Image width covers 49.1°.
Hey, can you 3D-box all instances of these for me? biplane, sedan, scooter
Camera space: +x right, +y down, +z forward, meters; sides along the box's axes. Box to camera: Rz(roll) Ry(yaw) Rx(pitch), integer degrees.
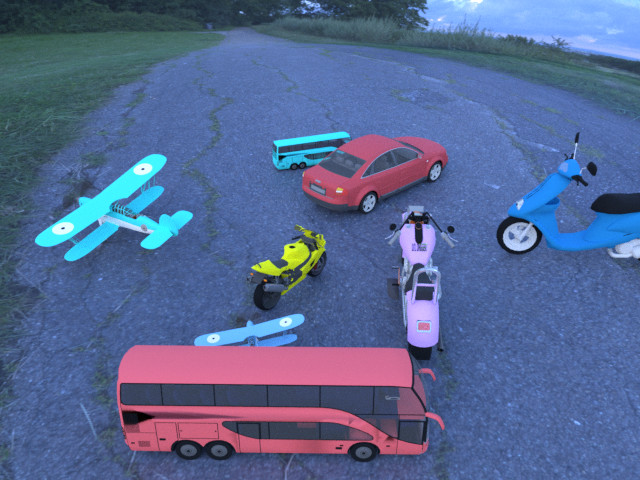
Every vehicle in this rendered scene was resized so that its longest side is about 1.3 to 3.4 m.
[{"bbox_3d":[-3.003,-0.336,10.698,2.120,0.981,2.598,17,34,26],"label":"biplane"},{"bbox_3d":[1.064,-1.363,12.492,3.137,0.940,1.235,-26,39,-36],"label":"sedan"},{"bbox_3d":[4.024,-0.497,10.176,2.721,1.786,1.288,4,31,7],"label":"scooter"},{"bbox_3d":[-0.822,1.296,8.383,1.336,0.504,1.090,-5,31,-8],"label":"biplane"}]

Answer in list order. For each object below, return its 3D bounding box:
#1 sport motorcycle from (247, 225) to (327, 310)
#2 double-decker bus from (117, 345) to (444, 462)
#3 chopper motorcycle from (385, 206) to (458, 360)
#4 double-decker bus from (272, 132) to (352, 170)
[{"bbox_3d":[-0.397,0.370,9.649,0.506,0.821,1.520,22,37,32],"label":"sport motorcycle"},{"bbox_3d":[-0.395,1.662,7.215,3.251,1.052,0.756,0,30,1],"label":"double-decker bus"},{"bbox_3d":[1.281,0.259,9.188,0.906,1.480,3.040,2,30,3],"label":"chopper motorcycle"},{"bbox_3d":[-0.086,-1.726,13.506,1.672,0.541,0.389,-10,32,-17],"label":"double-decker bus"}]
